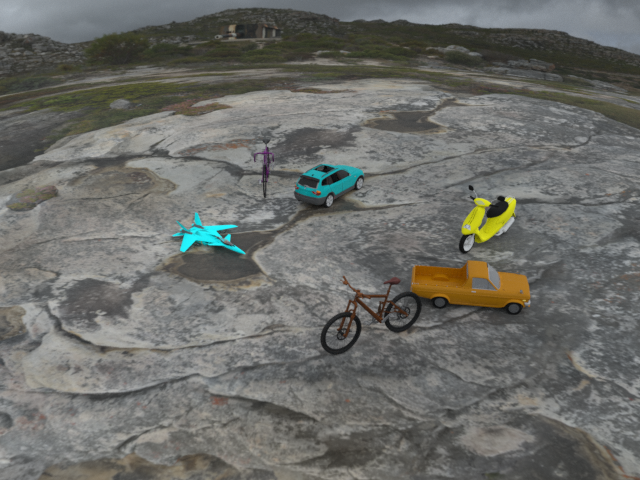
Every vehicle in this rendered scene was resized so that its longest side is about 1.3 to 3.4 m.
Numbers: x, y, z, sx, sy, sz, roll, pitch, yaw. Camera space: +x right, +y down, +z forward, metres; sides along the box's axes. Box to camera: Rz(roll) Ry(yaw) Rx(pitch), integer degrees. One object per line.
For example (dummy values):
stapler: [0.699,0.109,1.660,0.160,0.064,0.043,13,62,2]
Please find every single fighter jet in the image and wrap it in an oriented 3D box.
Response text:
fighter jet: [-1.650,-0.063,10.923,1.358,0.286,1.147,21,34,34]

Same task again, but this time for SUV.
SUV: [0.186,-1.077,12.579,0.656,0.580,1.572,18,32,31]

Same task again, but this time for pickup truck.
pickup truck: [2.016,0.584,9.417,1.603,0.511,0.640,4,27,8]

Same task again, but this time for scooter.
scooter: [2.626,-0.383,10.854,1.399,0.919,0.662,-23,35,-37]

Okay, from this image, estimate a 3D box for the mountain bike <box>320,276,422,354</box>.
mountain bike: [0.644,0.867,8.475,1.469,0.868,0.573,-15,31,-27]

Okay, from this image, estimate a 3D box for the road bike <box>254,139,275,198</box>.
road bike: [-0.992,-1.377,12.866,0.358,0.852,1.545,0,27,0]
